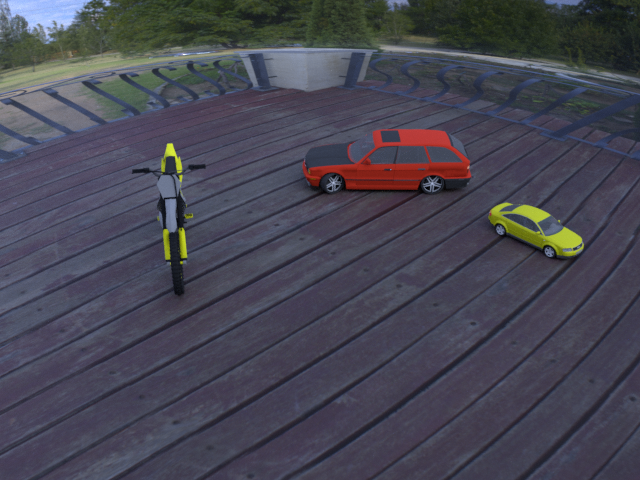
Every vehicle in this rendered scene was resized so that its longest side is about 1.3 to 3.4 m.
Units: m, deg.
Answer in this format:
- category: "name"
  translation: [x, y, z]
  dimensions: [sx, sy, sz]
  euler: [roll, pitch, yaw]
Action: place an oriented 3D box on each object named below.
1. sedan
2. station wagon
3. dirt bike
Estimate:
- category: "sedan"
  translation: [3.470, -0.208, 11.263]
  dimensions: [0.635, 0.483, 1.613]
  euler: [-23, 38, -34]
- category: "station wagon"
  translation: [1.222, -1.522, 13.080]
  dimensions: [3.105, 0.920, 1.327]
  euler: [0, 30, 0]
- category: "dirt bike"
  translation: [-2.190, -0.481, 10.558]
  dimensions: [1.024, 1.666, 2.903]
  euler: [-5, 31, -9]
